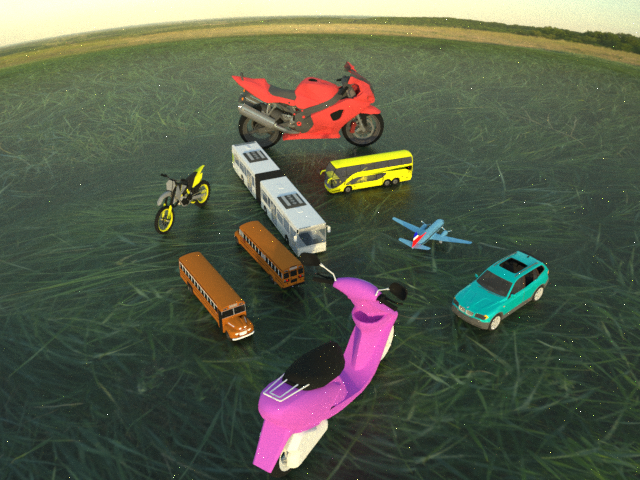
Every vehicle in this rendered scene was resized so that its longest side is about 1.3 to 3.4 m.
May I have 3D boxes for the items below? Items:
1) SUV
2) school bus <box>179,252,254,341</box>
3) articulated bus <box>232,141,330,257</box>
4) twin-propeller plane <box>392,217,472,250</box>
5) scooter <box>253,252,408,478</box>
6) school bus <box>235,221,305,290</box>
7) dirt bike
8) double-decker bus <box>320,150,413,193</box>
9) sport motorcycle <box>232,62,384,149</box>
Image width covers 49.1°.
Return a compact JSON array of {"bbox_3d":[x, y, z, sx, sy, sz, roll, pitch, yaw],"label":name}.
[{"bbox_3d":[2.468,0.640,9.495,1.572,0.580,0.656,-25,39,-34],"label":"SUV"},{"bbox_3d":[-1.414,0.745,9.464,0.365,0.434,1.708,-18,36,-27],"label":"school bus"},{"bbox_3d":[-0.766,-0.788,11.823,0.605,0.561,3.401,-13,34,-19],"label":"articulated bus"},{"bbox_3d":[1.691,-0.138,10.918,1.370,0.407,1.095,20,37,28],"label":"twin-propeller plane"},{"bbox_3d":[0.167,1.194,7.453,1.288,1.786,2.721,19,36,27],"label":"scooter"},{"bbox_3d":[-0.795,0.166,10.401,0.365,0.434,1.708,-17,36,-26],"label":"school bus"},{"bbox_3d":[-2.237,-0.716,11.425,0.527,0.857,1.493,15,35,22],"label":"dirt bike"},{"bbox_3d":[0.851,-1.220,12.541,1.672,0.541,0.389,-11,33,-17],"label":"double-decker bus"},{"bbox_3d":[-0.200,-2.553,13.694,2.955,1.596,0.983,-1,32,-2],"label":"sport motorcycle"}]
